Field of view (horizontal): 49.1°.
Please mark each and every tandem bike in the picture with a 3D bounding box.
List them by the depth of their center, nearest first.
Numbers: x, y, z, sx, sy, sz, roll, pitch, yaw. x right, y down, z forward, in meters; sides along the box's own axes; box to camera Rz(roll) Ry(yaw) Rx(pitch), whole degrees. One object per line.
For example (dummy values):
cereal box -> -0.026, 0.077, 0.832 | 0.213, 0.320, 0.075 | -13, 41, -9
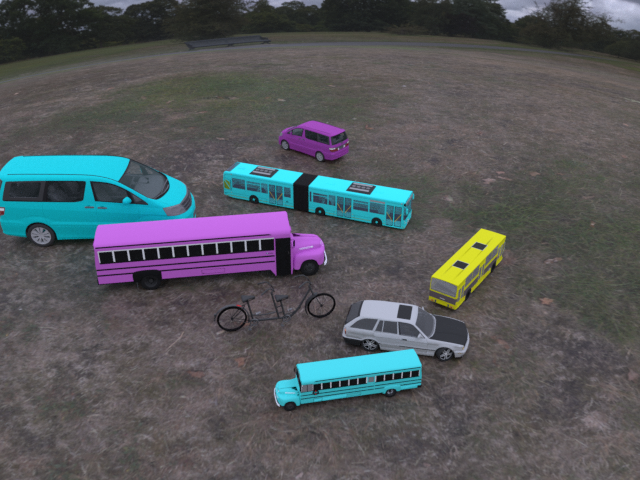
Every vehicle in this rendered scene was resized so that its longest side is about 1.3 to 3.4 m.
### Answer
tandem bike -> -0.584, 0.838, 9.220 | 1.642, 0.682, 0.283 | -7, 31, -12

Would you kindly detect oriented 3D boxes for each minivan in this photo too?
minivan -> -3.565, -0.689, 11.329 | 3.011, 1.197, 1.324 | -1, 30, -1
minivan -> -0.155, -2.082, 14.296 | 1.548, 0.616, 0.681 | 23, 37, 34

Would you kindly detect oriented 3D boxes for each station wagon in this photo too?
station wagon -> 1.106, 1.113, 8.955 | 1.597, 0.473, 0.682 | 6, 31, 10

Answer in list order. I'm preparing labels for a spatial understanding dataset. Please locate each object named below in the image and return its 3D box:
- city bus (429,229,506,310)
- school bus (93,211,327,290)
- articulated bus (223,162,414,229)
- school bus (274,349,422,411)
city bus -> 2.161, 0.415, 10.166 | 0.476, 0.460, 1.674 | 20, 36, 30
school bus -> -1.559, 0.124, 10.284 | 3.322, 0.844, 0.709 | -5, 31, -8
articulated bus -> -0.064, -0.792, 12.137 | 3.401, 0.561, 0.605 | 11, 32, 18
school bus -> 0.319, 1.615, 8.133 | 1.708, 0.434, 0.365 | -6, 31, -10
